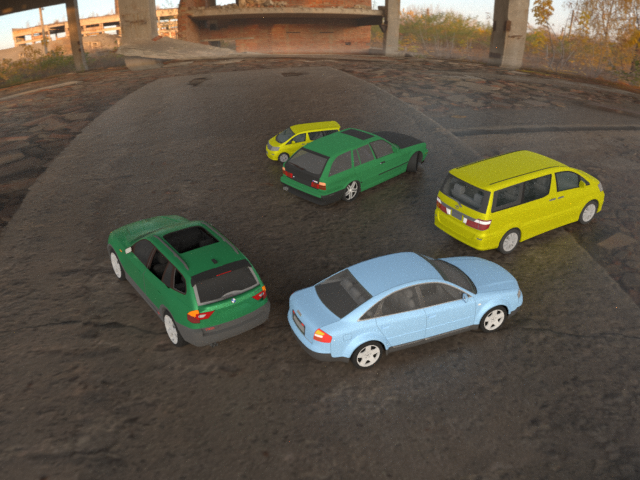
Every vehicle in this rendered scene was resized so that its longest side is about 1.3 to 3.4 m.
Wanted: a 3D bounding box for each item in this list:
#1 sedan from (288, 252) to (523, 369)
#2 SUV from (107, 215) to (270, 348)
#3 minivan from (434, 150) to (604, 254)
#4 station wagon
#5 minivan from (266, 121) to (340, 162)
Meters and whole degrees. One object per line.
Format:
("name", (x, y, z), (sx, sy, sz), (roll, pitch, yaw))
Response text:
("sedan", (1.139, 0.703, 8.852), (3.137, 0.940, 1.235), (-12, 31, -20))
("SUV", (-1.846, 0.306, 9.381), (1.276, 1.128, 3.058), (-18, 34, -30))
("minivan", (3.295, -0.754, 11.245), (3.011, 1.197, 1.324), (-17, 33, -29))
("station wagon", (0.730, -1.556, 12.999), (1.327, 0.920, 3.105), (25, 38, 38))
("minivan", (-0.318, -1.996, 14.120), (1.548, 0.616, 0.681), (-8, 30, -15))
